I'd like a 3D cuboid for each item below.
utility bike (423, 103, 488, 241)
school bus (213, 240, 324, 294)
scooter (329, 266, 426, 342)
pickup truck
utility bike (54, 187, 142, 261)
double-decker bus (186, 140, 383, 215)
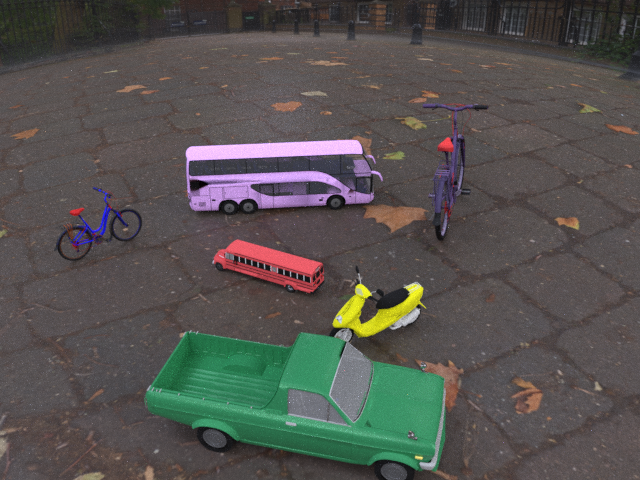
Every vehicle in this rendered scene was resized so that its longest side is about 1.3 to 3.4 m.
[{"bbox_3d":[2.049,-1.239,11.326,1.039,1.839,2.791,9,32,15],"label":"utility bike"},{"bbox_3d":[-0.771,0.360,10.010,1.708,0.434,0.365,15,34,23],"label":"school bus"},{"bbox_3d":[0.736,0.819,8.763,1.399,0.919,0.662,-14,34,-23],"label":"scooter"},{"bbox_3d":[-0.221,1.595,7.384,3.117,0.993,1.244,7,31,12],"label":"pickup truck"},{"bbox_3d":[-3.391,-0.278,10.583,1.435,0.946,0.535,-24,38,-35],"label":"utility bike"},{"bbox_3d":[-0.607,-1.080,11.830,3.251,1.052,0.756,-3,31,-5],"label":"double-decker bus"}]
